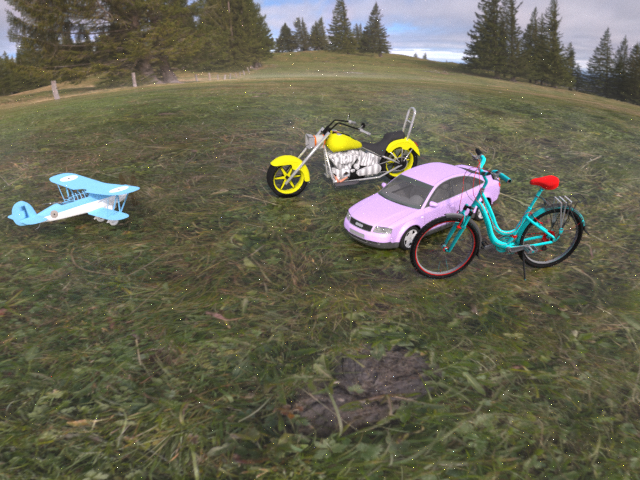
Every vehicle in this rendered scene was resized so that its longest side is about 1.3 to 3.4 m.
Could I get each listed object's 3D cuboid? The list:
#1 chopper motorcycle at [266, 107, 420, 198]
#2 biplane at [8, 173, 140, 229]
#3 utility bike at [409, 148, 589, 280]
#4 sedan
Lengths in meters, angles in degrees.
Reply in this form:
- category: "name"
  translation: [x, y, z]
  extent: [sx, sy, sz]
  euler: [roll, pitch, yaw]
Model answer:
- category: "chopper motorcycle"
  translation: [0.477, -1.658, 13.180]
  extent: [3.040, 1.480, 0.906]
  euler: [-8, 27, -17]
- category: "biplane"
  translation: [-4.007, -0.592, 11.522]
  extent: [2.598, 0.981, 2.120]
  euler: [23, 34, 39]
- category: "utility bike"
  translation: [2.650, -0.279, 9.866]
  extent: [2.791, 1.839, 1.039]
  euler: [-5, 26, -11]
- category: "sedan"
  translation: [1.771, -0.702, 11.799]
  extent: [3.137, 0.940, 1.235]
  euler: [-20, 32, -36]
